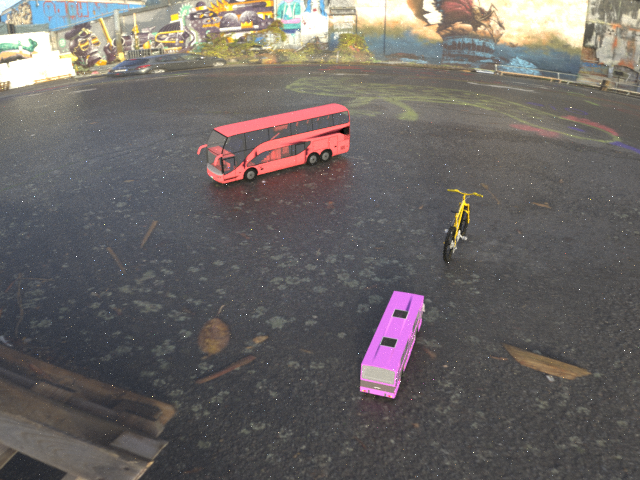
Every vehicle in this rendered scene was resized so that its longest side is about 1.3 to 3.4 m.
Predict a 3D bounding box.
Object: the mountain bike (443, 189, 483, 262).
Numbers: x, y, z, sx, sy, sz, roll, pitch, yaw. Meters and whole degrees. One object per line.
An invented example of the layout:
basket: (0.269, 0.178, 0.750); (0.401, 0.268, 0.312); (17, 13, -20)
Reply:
mountain bike: (2.203, -0.266, 11.152); (0.573, 0.868, 1.469); (12, 30, 22)

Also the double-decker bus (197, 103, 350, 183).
double-decker bus: (-0.840, -1.962, 14.169); (3.251, 1.052, 0.756); (-18, 33, -30)

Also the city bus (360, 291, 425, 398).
city bus: (0.918, 1.271, 8.676); (0.476, 0.460, 1.674); (9, 29, 16)
